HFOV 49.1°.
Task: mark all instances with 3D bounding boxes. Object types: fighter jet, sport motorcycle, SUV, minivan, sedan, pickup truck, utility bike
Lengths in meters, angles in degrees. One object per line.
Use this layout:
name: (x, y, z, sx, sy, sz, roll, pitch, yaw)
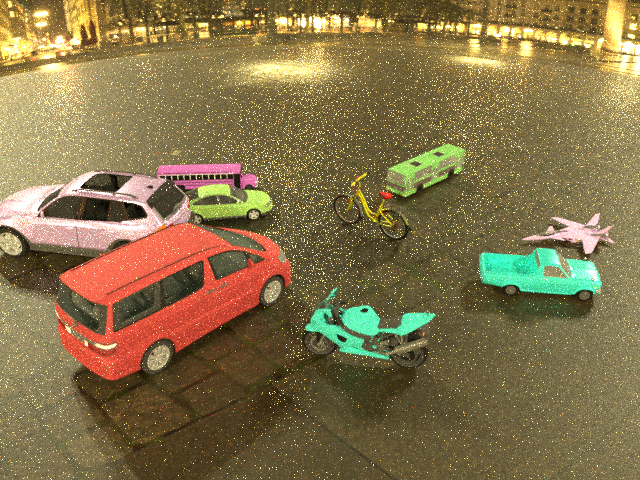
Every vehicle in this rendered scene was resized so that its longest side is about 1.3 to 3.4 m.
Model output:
fighter jet: (3.741, -0.136, 10.708, 1.358, 0.286, 1.147, -5, 30, -8)
sport motorcycle: (0.534, 1.065, 8.067, 1.520, 0.821, 0.506, 6, 30, 10)
SUV: (-3.401, -0.404, 10.327, 3.058, 1.128, 1.276, 6, 30, 11)
minivan: (-1.686, 0.512, 8.656, 1.324, 1.197, 3.011, 24, 38, 36)
sedan: (-1.580, -0.625, 11.365, 1.613, 0.483, 0.635, -5, 30, -9)
pickup truck: (2.977, 0.419, 9.511, 1.603, 0.511, 0.640, 4, 30, 7)
utility bike: (0.761, -0.504, 10.686, 1.435, 0.946, 0.535, 20, 36, 31)

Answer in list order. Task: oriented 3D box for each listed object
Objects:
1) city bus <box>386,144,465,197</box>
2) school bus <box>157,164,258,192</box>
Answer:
city bus: (1.896, -1.230, 12.448, 1.674, 0.460, 0.476, -25, 38, -37)
school bus: (-1.949, -1.083, 12.216, 1.708, 0.434, 0.365, -2, 30, -3)
